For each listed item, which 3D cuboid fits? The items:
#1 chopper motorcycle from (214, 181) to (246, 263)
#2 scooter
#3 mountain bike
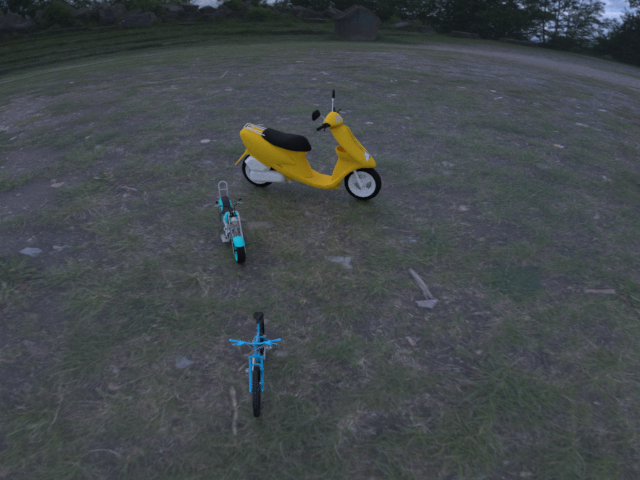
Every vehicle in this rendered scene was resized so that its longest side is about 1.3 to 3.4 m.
[{"bbox_3d":[-1.403,-0.297,11.068,0.466,0.761,1.563,-9,32,-14],"label":"chopper motorcycle"},{"bbox_3d":[-0.228,-1.638,12.332,2.721,1.786,1.288,8,32,14],"label":"scooter"},{"bbox_3d":[-0.724,1.341,8.187,0.573,0.868,1.469,-1,31,-1],"label":"mountain bike"}]
